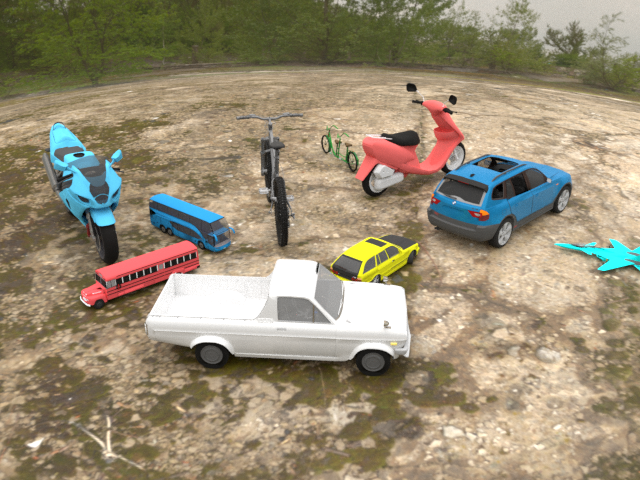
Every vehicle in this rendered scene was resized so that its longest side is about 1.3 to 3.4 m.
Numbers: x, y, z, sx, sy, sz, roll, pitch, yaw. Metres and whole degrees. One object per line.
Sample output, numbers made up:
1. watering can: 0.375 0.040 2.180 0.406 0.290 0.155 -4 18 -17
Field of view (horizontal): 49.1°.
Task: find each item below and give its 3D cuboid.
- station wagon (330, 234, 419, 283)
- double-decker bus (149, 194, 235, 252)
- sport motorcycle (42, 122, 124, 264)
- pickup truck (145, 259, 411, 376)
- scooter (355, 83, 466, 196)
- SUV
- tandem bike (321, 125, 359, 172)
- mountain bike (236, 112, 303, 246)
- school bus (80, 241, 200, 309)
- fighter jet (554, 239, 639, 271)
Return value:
1. station wagon: 0.829 0.231 10.213 0.682 0.473 1.597 20 33 35
2. double-decker bus: -2.077 -0.274 11.159 1.672 0.541 0.389 20 33 35
3. sport motorcycle: -3.725 -0.799 11.032 0.983 1.596 2.955 -14 30 -27
4. pickup truck: -0.459 0.830 8.409 3.117 0.993 1.244 2 26 4
5. scooter: 1.779 -1.860 12.969 2.721 1.786 1.288 -18 31 -32
6. SUV: 3.073 -0.850 11.664 1.276 1.128 3.058 24 35 39
7. tandem bike: 0.390 -1.915 14.330 0.283 0.682 1.642 -12 29 -23
8. mountain bike: -0.750 -1.099 11.538 1.114 1.688 2.857 -4 27 -8
9. school bus: -2.506 0.470 9.772 1.708 0.434 0.365 -21 33 -36
10. fighter jet: 4.259 0.128 10.632 1.358 0.286 1.147 13 29 25
